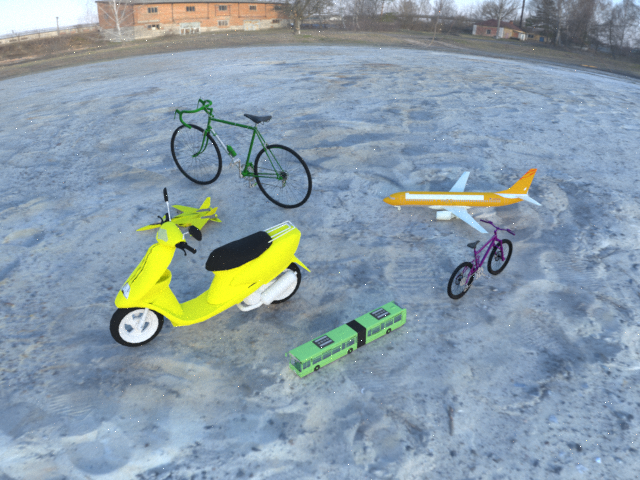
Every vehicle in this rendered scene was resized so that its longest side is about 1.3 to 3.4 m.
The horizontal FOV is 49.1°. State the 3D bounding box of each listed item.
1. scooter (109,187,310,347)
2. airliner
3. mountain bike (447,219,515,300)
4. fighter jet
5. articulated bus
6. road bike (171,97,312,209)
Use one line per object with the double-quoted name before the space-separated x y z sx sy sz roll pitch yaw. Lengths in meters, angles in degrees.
"scooter" -1.373 0.306 8.841 2.721 1.786 1.288 -15 34 -24
"airliner" 2.338 -0.845 11.742 2.541 0.835 2.257 2 30 3
"mountain bike" 2.278 0.272 9.807 1.469 0.868 0.573 -25 39 -36
"fighter jet" -2.353 -0.370 11.473 1.358 0.286 1.147 -14 33 -22
"articulated bus" 0.367 1.217 8.769 1.749 0.289 0.311 -22 37 -32
"road bike" -1.431 -1.509 12.061 3.004 1.656 0.696 16 34 26
